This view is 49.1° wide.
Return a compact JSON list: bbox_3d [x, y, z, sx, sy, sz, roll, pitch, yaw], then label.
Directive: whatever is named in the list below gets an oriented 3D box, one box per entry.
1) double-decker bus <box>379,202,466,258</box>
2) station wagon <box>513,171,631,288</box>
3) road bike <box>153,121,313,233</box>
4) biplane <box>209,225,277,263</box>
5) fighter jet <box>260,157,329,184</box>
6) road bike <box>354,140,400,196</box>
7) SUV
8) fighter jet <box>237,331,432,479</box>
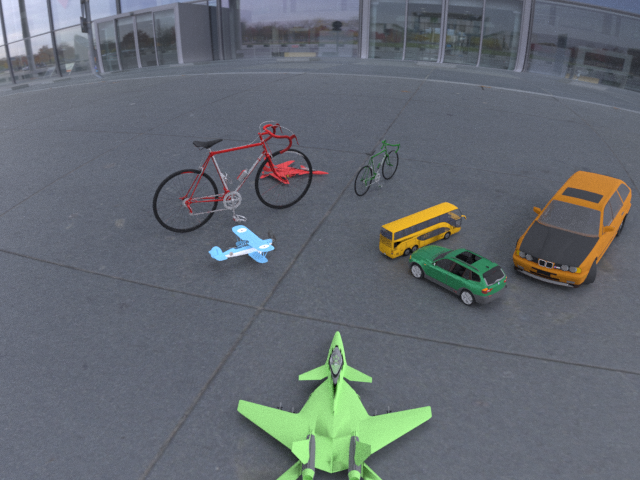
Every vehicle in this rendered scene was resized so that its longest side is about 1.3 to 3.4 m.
[{"bbox_3d":[1.704,-0.184,11.611,1.672,0.541,0.389,-20,35,-31],"label":"double-decker bus"},{"bbox_3d":[4.190,-0.308,11.446,1.327,0.920,3.105,18,34,29],"label":"station wagon"},{"bbox_3d":[-1.449,-1.088,12.081,3.004,1.656,0.697,-15,33,-25],"label":"road bike"},{"bbox_3d":[-1.216,0.132,11.087,1.090,0.504,1.336,-15,33,-25],"label":"biplane"},{"bbox_3d":[-0.501,-1.437,14.100,1.358,0.286,1.147,2,29,3],"label":"fighter jet"},{"bbox_3d":[1.108,-1.409,13.474,0.358,0.852,1.545,20,35,32],"label":"road bike"},{"bbox_3d":[2.045,0.426,10.486,0.656,0.580,1.572,-23,37,-35],"label":"SUV"},{"bbox_3d":[0.174,1.727,8.197,2.229,0.557,2.640,1,29,2],"label":"fighter jet"}]
